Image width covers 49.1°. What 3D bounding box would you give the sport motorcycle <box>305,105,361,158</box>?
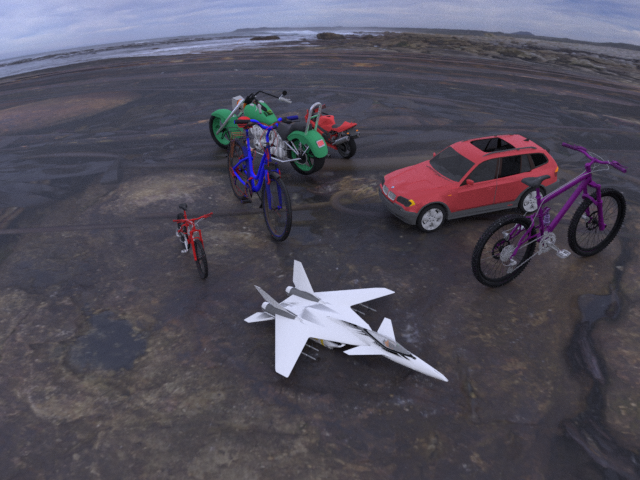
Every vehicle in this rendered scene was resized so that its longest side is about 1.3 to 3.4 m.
[{"bbox_3d":[0.189,-2.177,14.033,0.506,0.821,1.520,-24,37,-36],"label":"sport motorcycle"}]

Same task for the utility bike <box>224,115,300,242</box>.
[{"bbox_3d":[-0.957,-1.239,11.308,1.039,1.839,2.791,-13,32,-23],"label":"utility bike"}]

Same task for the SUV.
[{"bbox_3d":[2.500,-1.045,11.690,3.058,1.128,1.276,-10,31,-18],"label":"SUV"}]

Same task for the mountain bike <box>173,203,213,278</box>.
[{"bbox_3d":[-1.885,-0.066,10.204,0.573,0.868,1.469,-13,32,-21],"label":"mountain bike"}]

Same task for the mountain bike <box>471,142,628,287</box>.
[{"bbox_3d":[3.309,-0.310,9.800,2.857,1.688,1.114,-15,32,-24],"label":"mountain bike"}]

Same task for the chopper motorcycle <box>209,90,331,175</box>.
[{"bbox_3d":[-1.066,-2.197,13.393,3.040,1.480,0.906,23,37,36],"label":"chopper motorcycle"}]

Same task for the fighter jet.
[{"bbox_3d":[0.411,1.043,8.535,2.640,0.557,2.229,21,35,33],"label":"fighter jet"}]
